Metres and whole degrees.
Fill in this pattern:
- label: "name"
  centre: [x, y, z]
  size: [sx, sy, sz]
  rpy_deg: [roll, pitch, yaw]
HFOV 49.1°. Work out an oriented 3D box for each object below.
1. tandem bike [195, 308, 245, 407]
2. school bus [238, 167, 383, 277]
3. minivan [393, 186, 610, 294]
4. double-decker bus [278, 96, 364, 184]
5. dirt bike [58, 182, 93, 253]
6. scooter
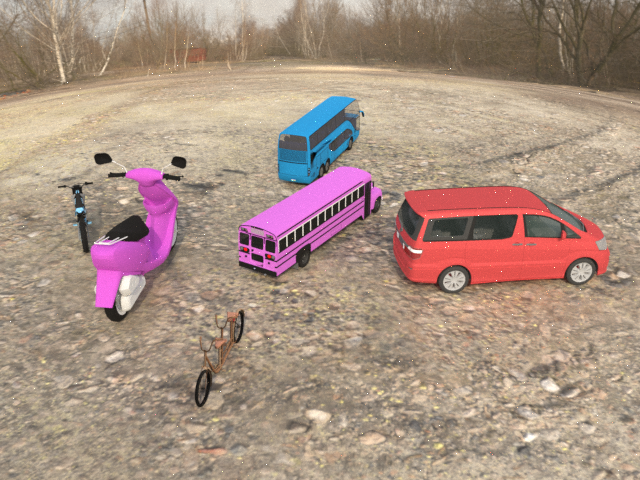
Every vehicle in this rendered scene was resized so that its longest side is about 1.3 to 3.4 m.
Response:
- label: "tandem bike"
  centre: [-1.116, 1.185, 7.927]
  size: [0.283, 0.682, 1.642]
  rpy_deg: [5, 27, 11]
- label: "school bus"
  centre: [-0.008, -0.409, 10.971]
  size: [0.709, 0.844, 3.322]
  rpy_deg: [15, 30, 28]
- label: "minivan"
  centre: [2.589, -0.087, 9.920]
  size: [3.011, 1.197, 1.324]
  rpy_deg: [-3, 26, -7]
- label: "double-decker bus"
  centre: [0.062, -2.103, 14.166]
  size: [0.756, 1.052, 3.251]
  rpy_deg: [9, 28, 18]
- label: "dirt bike"
  centre: [-3.770, -0.430, 10.997]
  size: [0.527, 0.857, 1.493]
  rpy_deg: [-9, 28, -18]
- label: "scooter"
  centre: [-2.450, -0.200, 9.482]
  size: [1.288, 1.786, 2.721]
  rpy_deg: [3, 26, 7]
